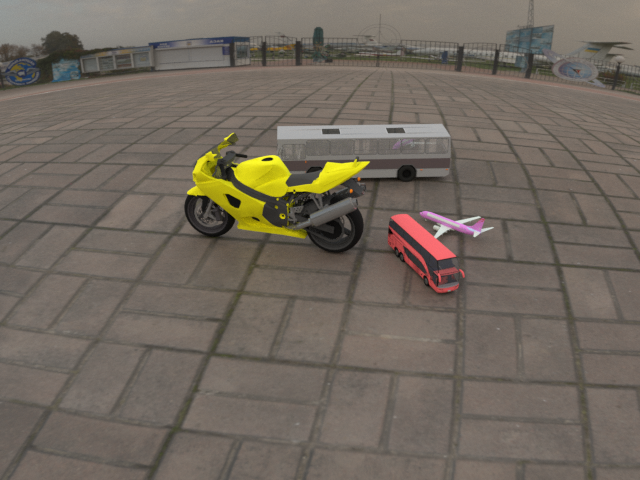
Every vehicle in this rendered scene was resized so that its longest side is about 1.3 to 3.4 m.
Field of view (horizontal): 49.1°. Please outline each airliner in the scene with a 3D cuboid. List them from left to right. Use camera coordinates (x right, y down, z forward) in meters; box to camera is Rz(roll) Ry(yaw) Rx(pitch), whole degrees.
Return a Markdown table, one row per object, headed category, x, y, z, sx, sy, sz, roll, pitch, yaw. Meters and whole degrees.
| category | x | y | z | sx | sy | sz | roll | pitch | yaw |
| --- | --- | --- | --- | --- | --- | --- | --- | --- | --- |
| airliner | 2.117 | -0.342 | 11.289 | 1.161 | 0.429 | 1.307 | -22 | 34 | -37 |

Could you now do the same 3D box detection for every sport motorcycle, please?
| category | x | y | z | sx | sy | sz | roll | pitch | yaw |
| --- | --- | --- | --- | --- | --- | --- | --- | --- | --- |
| sport motorcycle | -0.719 | -0.660 | 10.625 | 2.955 | 1.596 | 0.983 | 7 | 28 | 13 |

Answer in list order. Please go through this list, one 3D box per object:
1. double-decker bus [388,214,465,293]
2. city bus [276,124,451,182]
| category | x | y | z | sx | sy | sz | roll | pitch | yaw |
| --- | --- | --- | --- | --- | --- | --- | --- | --- | --- |
| double-decker bus | 1.484 | 0.187 | 10.119 | 0.389 | 0.541 | 1.672 | -10 | 28 | -18 |
| city bus | 0.799 | -1.653 | 13.365 | 3.255 | 0.894 | 0.926 | -1 | 27 | -2 |
